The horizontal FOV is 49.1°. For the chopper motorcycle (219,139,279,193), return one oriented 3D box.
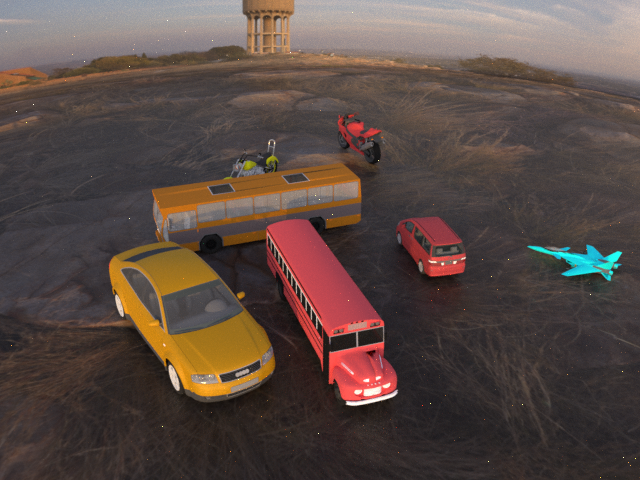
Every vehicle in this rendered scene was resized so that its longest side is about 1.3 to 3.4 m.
[{"bbox_3d":[-1.312,-1.317,13.002,0.466,0.761,1.563,18,32,31],"label":"chopper motorcycle"}]

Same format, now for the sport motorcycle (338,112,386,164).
[{"bbox_3d":[0.806,-2.131,14.517,0.506,0.821,1.520,-15,31,-27],"label":"sport motorcycle"}]

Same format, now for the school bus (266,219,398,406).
[{"bbox_3d":[0.060,0.790,8.821,0.709,0.844,3.322,-9,29,-16],"label":"school bus"}]

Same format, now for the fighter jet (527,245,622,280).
[{"bbox_3d":[3.793,0.207,10.563,1.358,0.286,1.147,19,33,32],"label":"fighter jet"}]

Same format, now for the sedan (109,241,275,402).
[{"bbox_3d":[-1.666,0.813,8.674,1.235,0.940,3.137,-17,32,-29],"label":"sedan"}]

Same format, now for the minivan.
[{"bbox_3d":[1.654,-0.009,10.623,0.681,0.616,1.548,-6,28,-12],"label":"minivan"}]

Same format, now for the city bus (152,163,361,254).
[{"bbox_3d":[-0.979,-0.494,11.259,3.255,0.894,0.926,-10,29,-19],"label":"city bus"}]
